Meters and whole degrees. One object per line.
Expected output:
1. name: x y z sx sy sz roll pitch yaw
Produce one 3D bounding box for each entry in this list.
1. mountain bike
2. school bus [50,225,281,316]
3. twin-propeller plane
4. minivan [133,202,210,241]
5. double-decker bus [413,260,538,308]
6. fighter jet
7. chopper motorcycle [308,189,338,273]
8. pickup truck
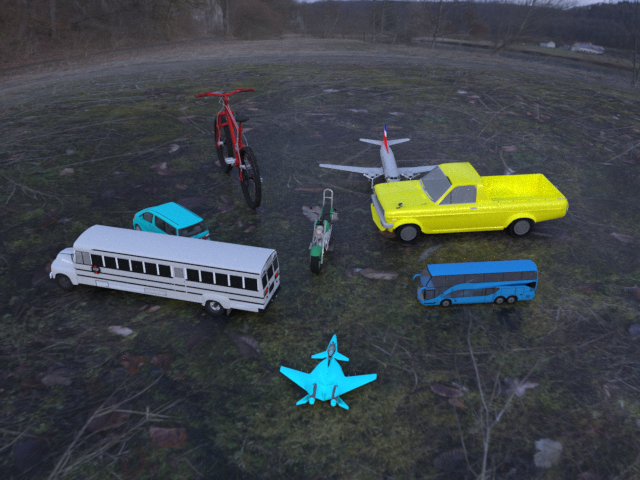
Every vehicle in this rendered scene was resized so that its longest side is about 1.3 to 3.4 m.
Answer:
1. mountain bike: -1.543 -1.743 12.750 1.114 1.688 2.857 -11 31 -19
2. school bus: -2.229 0.386 9.750 3.322 0.844 0.709 8 30 14
3. twin-propeller plane: 1.316 -1.559 13.347 2.663 0.792 2.129 0 29 -1
4. minivan: -2.397 -0.239 11.125 0.681 0.616 1.548 -24 37 -36
5. double-decker bus: 2.145 0.598 9.679 1.672 0.541 0.389 -3 29 -5
6. fighter jet: 0.109 1.462 8.370 1.147 0.286 1.358 3 29 6
7. chopper motorcycle: 0.030 -0.155 10.820 0.466 0.761 1.563 4 29 7
8. pickup truck: 2.427 -0.696 11.566 3.117 0.993 1.244 -3 29 -6
